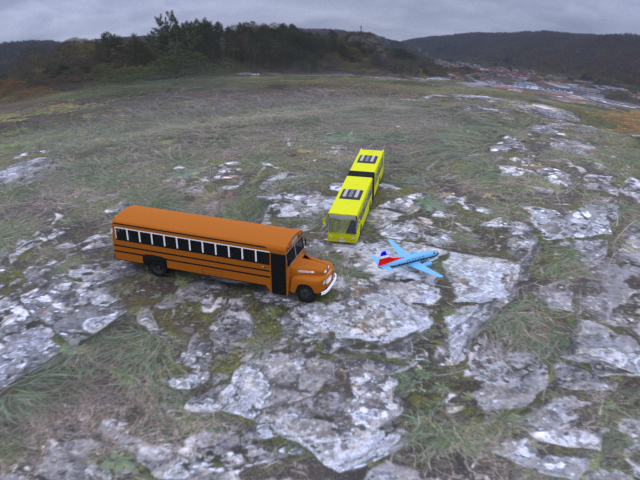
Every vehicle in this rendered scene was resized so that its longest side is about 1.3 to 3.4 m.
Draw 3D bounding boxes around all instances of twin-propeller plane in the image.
[{"bbox_3d":[1.327,0.253,10.424,1.095,0.407,1.370,-13,29,-25],"label":"twin-propeller plane"}]

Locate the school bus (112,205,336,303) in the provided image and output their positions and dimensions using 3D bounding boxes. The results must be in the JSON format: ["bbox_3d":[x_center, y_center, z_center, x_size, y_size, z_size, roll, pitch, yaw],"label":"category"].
[{"bbox_3d":[-1.393,0.159,10.119,3.322,0.844,0.709,9,27,17],"label":"school bus"}]

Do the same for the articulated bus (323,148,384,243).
[{"bbox_3d":[0.693,-0.881,12.576,0.605,0.561,3.401,5,26,11],"label":"articulated bus"}]
